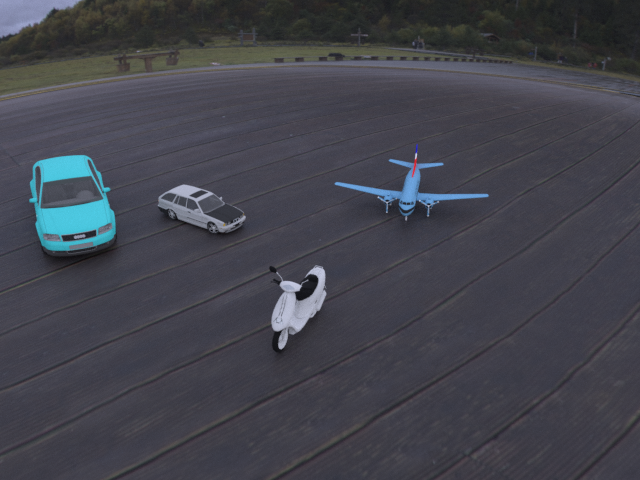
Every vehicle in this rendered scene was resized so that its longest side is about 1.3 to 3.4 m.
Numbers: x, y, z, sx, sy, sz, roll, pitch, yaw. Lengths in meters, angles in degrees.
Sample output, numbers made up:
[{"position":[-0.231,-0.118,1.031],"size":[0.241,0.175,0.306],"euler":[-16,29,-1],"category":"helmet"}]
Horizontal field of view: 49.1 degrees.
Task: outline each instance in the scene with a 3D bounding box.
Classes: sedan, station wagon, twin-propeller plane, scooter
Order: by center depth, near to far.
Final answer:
[{"position":[-0.257,0.719,8.787],"size":[0.662,0.919,1.399],"euler":[12,30,22],"category":"scooter"},{"position":[-4.138,-0.732,11.590],"size":[1.235,0.940,3.137],"euler":[-11,29,-20],"category":"sedan"},{"position":[-1.991,-0.552,11.749],"size":[1.597,0.473,0.682],"euler":[18,32,31],"category":"station wagon"},{"position":[1.608,-1.018,12.308],"size":[2.663,0.792,2.129],"euler":[5,28,10],"category":"twin-propeller plane"}]
